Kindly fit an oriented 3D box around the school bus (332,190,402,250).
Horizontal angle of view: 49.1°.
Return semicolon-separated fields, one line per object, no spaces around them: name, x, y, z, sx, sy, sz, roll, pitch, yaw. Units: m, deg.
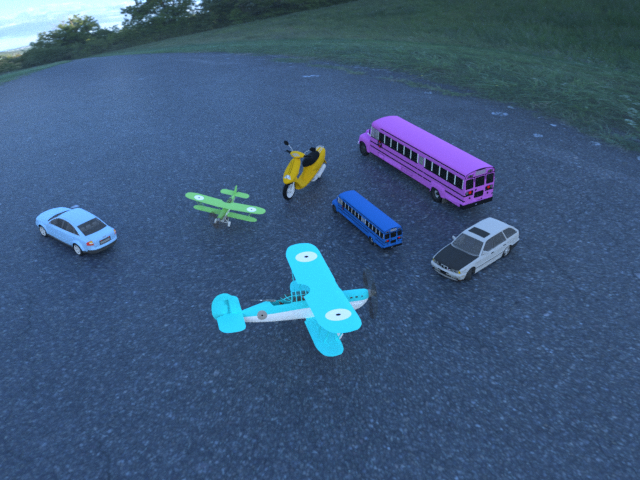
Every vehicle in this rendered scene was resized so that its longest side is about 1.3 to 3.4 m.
school bus;0.727;-0.379;11.435;0.365;0.434;1.708;-16;34;-24

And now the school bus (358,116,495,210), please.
school bus;1.835;-1.540;12.971;0.709;0.844;3.322;-17;35;-26

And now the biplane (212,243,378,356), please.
biplane;-0.311;0.814;8.917;2.120;0.981;2.598;-7;32;-12

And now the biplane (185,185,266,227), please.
biplane;-1.520;-0.564;11.675;1.336;0.504;1.090;5;31;9

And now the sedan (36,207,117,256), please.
sedan;-3.911;-0.231;11.141;1.613;0.483;0.635;22;37;31

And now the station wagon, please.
station wagon;2.365;0.093;10.611;1.597;0.473;0.682;-26;40;-36

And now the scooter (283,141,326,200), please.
scooter;-0.275;-1.355;12.591;0.662;0.919;1.399;17;35;26
